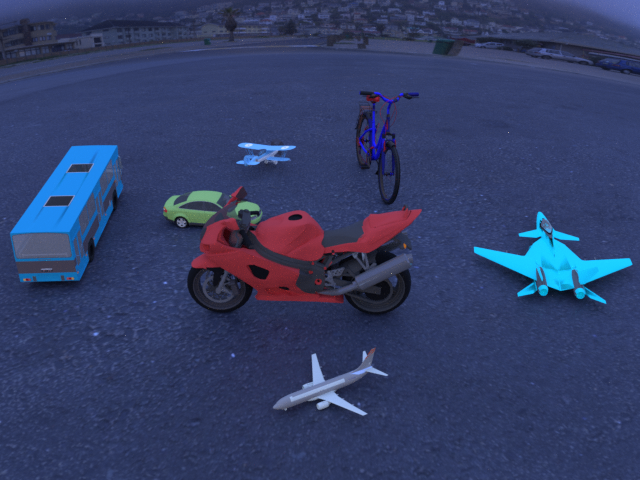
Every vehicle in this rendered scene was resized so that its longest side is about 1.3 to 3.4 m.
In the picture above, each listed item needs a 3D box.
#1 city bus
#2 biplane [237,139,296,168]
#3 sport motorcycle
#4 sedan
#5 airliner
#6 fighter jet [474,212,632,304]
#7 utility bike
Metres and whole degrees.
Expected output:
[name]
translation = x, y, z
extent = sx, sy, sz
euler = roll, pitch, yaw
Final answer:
[city bus]
translation = -3.810, -0.475, 10.910
extent = 0.926, 0.894, 3.255
euler = -1, 29, -3
[biplane]
translation = -1.121, -1.609, 13.385
extent = 1.336, 0.504, 1.090
euler = 18, 33, 29
[sport motorcycle]
translation = -0.239, 0.241, 8.873
extent = 2.955, 1.596, 0.983
euler = 0, 29, 0
[sedan]
translation = -1.744, -0.513, 11.407
extent = 1.613, 0.483, 0.635
euler = 4, 29, 7
[airliner]
translation = 0.071, 1.544, 7.709
extent = 1.307, 0.429, 1.161
euler = -15, 32, -25
[fighter jet]
translation = 3.426, 0.011, 10.373
extent = 2.229, 0.557, 2.640
euler = 4, 29, 8
[utility bike]
translation = 1.106, -1.888, 12.505
extent = 1.039, 1.839, 2.791
euler = -5, 29, -10
